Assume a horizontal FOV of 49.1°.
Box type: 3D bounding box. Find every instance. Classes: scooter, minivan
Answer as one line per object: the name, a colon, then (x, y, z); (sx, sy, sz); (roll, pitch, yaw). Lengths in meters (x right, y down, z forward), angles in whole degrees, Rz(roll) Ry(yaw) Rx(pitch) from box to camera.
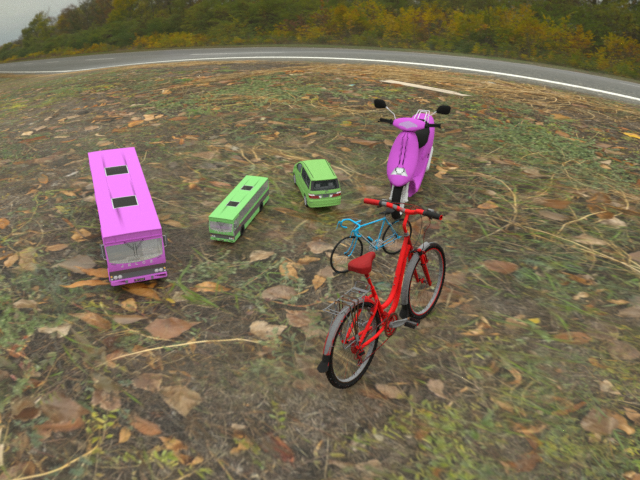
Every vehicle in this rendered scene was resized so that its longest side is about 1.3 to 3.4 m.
scooter: (1.604, -1.635, 12.217); (1.288, 1.786, 2.721); (8, 30, 15)
minivan: (-0.075, -1.098, 12.456); (0.681, 0.616, 1.548); (-6, 30, -11)

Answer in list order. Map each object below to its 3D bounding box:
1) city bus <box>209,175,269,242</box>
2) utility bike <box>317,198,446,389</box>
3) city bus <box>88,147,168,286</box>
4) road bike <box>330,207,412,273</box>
city bus: (-1.312, -0.522, 11.582); (0.476, 0.460, 1.674); (8, 30, 14)
utility bike: (0.751, 0.503, 8.325); (1.039, 1.839, 2.791); (20, 35, 32)
city bus: (-3.073, -0.445, 10.998); (0.926, 0.894, 3.255); (-10, 31, -17)
road bike: (0.777, -0.030, 10.297); (1.545, 0.852, 0.358); (-19, 34, -30)
